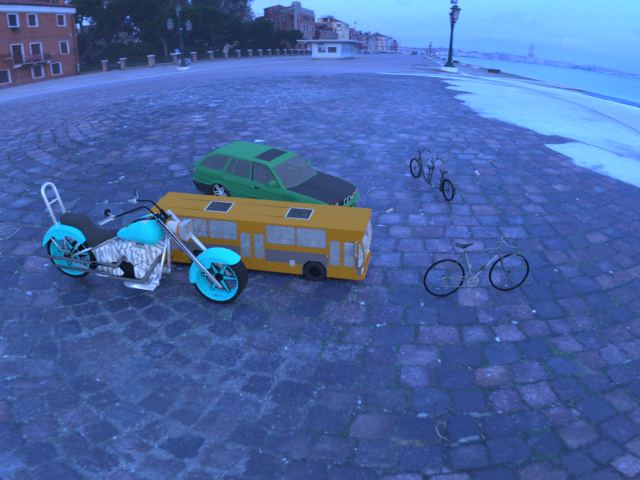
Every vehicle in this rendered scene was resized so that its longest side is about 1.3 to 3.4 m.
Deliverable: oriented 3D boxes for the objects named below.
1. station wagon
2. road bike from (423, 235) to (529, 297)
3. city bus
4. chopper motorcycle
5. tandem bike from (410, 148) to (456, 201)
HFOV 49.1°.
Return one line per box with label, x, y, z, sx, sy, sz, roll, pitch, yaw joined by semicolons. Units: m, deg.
station wagon;-0.802;-1.090;12.526;3.105;0.920;1.327;16;31;29
road bike;2.188;0.378;9.702;1.545;0.852;0.358;-4;27;-9
city bus;-0.881;-0.043;10.486;3.255;0.894;0.926;5;27;10
chopper motorcycle;-2.481;0.037;9.682;3.040;1.480;0.906;7;28;14
tandem bike;2.103;-1.275;13.155;0.283;0.682;1.642;-11;29;-20
